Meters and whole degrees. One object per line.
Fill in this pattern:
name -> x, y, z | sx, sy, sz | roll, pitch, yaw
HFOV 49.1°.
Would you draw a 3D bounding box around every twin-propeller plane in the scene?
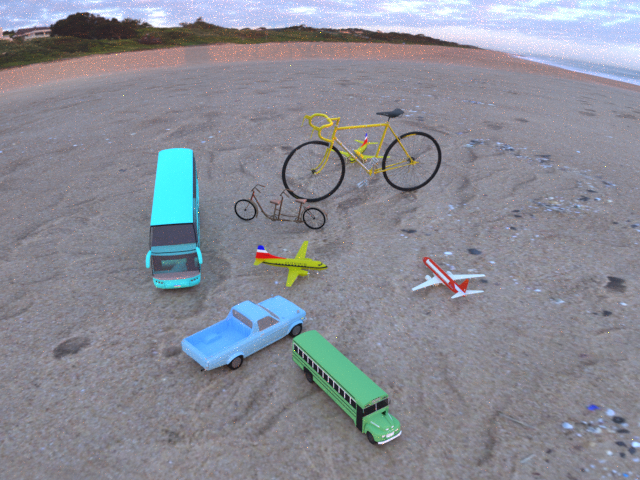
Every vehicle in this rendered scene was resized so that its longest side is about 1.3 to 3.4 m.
twin-propeller plane -> -0.422, 0.297, 10.334 | 1.095, 0.407, 1.370 | 5, 28, 9
twin-propeller plane -> 0.810, -1.849, 14.351 | 1.370, 0.407, 1.095 | 10, 30, 18

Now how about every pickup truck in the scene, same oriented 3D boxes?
pickup truck -> -0.919, 1.103, 8.716 | 1.603, 0.511, 0.640 | -24, 36, -37

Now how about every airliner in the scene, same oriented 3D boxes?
airliner -> 1.785, 0.453, 10.019 | 1.161, 0.429, 1.307 | -10, 30, -17

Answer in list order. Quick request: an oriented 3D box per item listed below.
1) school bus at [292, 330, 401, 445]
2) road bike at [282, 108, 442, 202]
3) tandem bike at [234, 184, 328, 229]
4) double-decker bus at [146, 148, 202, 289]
school bus -> 0.275, 1.619, 7.832 | 0.365, 0.434, 1.708 | -17, 33, -29
road bike -> 0.784, -1.528, 12.425 | 3.004, 1.656, 0.697 | -7, 29, -13
tandem bike -> -0.664, -0.551, 11.629 | 1.642, 0.682, 0.283 | 7, 29, 13
double-decker bus -> -2.240, -0.399, 10.952 | 0.756, 1.052, 3.251 | -4, 28, -8
